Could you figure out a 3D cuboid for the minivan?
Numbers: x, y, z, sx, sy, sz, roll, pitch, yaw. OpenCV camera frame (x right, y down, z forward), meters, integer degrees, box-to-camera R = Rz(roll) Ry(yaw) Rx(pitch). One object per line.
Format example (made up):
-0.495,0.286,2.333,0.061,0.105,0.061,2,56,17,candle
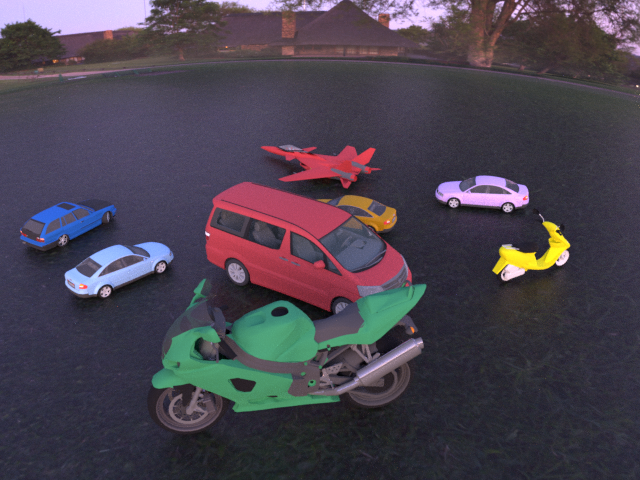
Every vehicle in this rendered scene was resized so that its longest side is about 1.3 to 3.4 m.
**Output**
-0.177,0.129,9.784,3.011,1.197,1.324,17,33,29,minivan

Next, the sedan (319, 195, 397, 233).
0.470,-0.467,11.634,1.613,0.483,0.635,10,30,17,sedan

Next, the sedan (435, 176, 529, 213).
2.860,-0.857,12.354,1.613,0.483,0.635,5,29,10,sedan

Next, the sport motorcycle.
-0.341,1.233,7.328,2.955,1.596,0.983,-6,29,-11,sport motorcycle

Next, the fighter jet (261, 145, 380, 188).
-0.195,-1.708,13.848,2.640,0.557,2.229,20,34,33,fighter jet

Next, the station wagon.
-4.081,-0.355,11.438,0.682,0.473,1.597,16,32,28,station wagon

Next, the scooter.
3.118,0.106,10.120,1.399,0.919,0.662,-13,31,-22,scooter

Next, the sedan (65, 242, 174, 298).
-2.878,0.348,10.131,0.635,0.483,1.613,25,37,38,sedan
